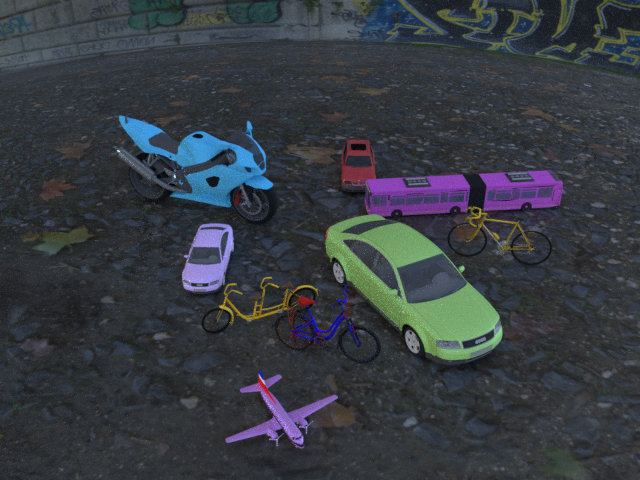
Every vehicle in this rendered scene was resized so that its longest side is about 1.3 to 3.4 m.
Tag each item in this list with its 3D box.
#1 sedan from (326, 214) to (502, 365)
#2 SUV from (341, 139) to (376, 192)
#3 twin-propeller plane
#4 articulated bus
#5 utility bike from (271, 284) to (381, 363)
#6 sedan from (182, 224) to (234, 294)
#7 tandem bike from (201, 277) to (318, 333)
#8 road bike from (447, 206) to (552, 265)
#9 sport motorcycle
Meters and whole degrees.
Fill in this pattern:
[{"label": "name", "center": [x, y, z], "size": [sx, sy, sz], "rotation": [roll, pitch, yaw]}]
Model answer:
[{"label": "sedan", "center": [1.198, 0.492, 9.562], "size": [1.235, 0.940, 3.137], "rotation": [-16, 35, -25]}, {"label": "SUV", "center": [0.712, -1.408, 13.064], "size": [0.656, 0.580, 1.572], "rotation": [1, 31, 2]}, {"label": "twin-propeller plane", "center": [-0.450, 1.887, 7.761], "size": [1.370, 0.407, 1.095], "rotation": [-16, 35, -25]}, {"label": "articulated bus", "center": [2.445, -0.802, 12.077], "size": [3.401, 0.561, 0.605], "rotation": [-3, 31, -5]}, {"label": "utility bike", "center": [0.078, 1.015, 8.687], "size": [1.435, 0.946, 0.535], "rotation": [9, 32, 15]}, {"label": "sedan", "center": [-1.667, 0.211, 10.471], "size": [0.635, 0.483, 1.613], "rotation": [1, 31, 1]}, {"label": "tandem bike", "center": [-0.780, 0.813, 9.279], "size": [1.642, 0.682, 0.283], "rotation": [-12, 33, -20]}, {"label": "road bike", "center": [2.712, -0.049, 10.546], "size": [1.545, 0.852, 0.358], "rotation": [8, 32, 12]}, {"label": "sport motorcycle", "center": [-2.052, -1.202, 11.738], "size": [2.955, 1.596, 0.983], "rotation": [13, 33, 20]}]
